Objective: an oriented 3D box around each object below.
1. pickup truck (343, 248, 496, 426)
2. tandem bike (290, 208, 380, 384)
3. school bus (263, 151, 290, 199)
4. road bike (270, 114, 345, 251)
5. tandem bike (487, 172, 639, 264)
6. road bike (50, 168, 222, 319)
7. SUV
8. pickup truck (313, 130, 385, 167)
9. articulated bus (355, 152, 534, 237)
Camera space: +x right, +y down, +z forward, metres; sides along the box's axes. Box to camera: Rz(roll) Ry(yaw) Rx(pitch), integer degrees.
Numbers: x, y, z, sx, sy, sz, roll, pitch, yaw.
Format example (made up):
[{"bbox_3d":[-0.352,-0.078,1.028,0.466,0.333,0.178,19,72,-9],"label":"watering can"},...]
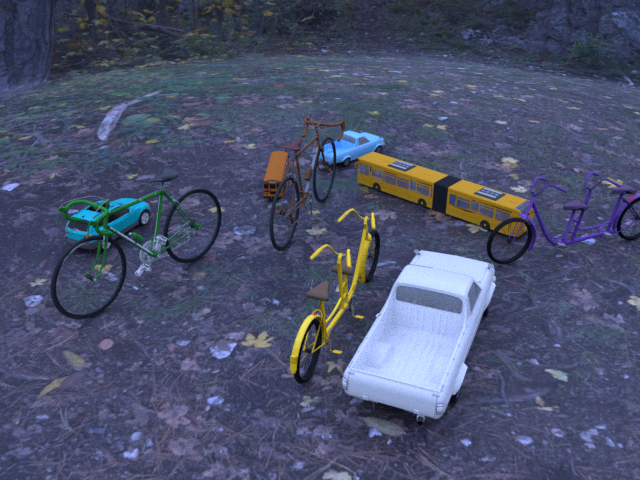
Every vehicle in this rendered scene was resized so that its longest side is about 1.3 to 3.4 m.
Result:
[{"bbox_3d":[1.320,0.946,8.504,1.244,0.993,3.117,11,30,20],"label":"pickup truck"},{"bbox_3d":[0.274,0.536,8.912,0.550,1.326,3.192,11,30,19],"label":"tandem bike"},{"bbox_3d":[-0.804,-1.261,13.169,0.365,0.434,1.708,1,28,2],"label":"school bus"},{"bbox_3d":[-0.224,-1.038,11.473,0.696,1.656,3.004,10,30,17],"label":"road bike"},{"bbox_3d":[3.968,-0.407,10.655,3.192,1.326,0.550,-10,30,-17],"label":"tandem bike"},{"bbox_3d":[-2.448,-0.076,9.696,0.696,1.656,3.004,20,34,32],"label":"road bike"},{"bbox_3d":[-3.420,-0.353,11.338,0.656,0.580,1.572,13,31,22],"label":"SUV"},{"bbox_3d":[0.604,-1.917,14.301,1.603,0.511,0.640,-25,37,-38],"label":"pickup truck"},{"bbox_3d":[2.075,-0.854,12.284,3.401,0.561,0.605,23,36,36],"label":"articulated bus"}]
